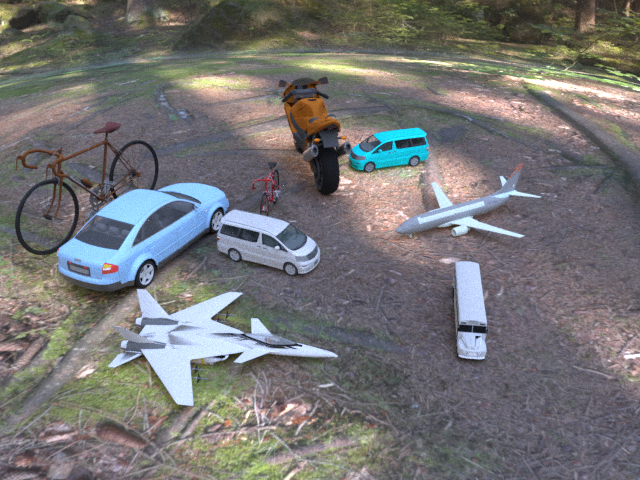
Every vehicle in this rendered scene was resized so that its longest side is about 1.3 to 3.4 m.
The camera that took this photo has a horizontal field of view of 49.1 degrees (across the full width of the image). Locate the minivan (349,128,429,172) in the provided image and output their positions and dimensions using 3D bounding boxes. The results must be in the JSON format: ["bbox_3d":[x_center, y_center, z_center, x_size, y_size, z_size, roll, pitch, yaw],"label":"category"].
[{"bbox_3d":[1.325,-1.759,13.570,1.548,0.616,0.681,-9,30,-16],"label":"minivan"}]

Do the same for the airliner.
[{"bbox_3d":[2.293,-0.628,11.307,2.541,0.835,2.257,-15,32,-24],"label":"airliner"}]

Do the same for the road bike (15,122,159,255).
[{"bbox_3d":[-3.593,-0.942,11.027,0.697,1.656,3.004,16,33,26],"label":"road bike"}]

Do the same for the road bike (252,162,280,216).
[{"bbox_3d":[-0.832,-0.803,11.606,0.358,0.852,1.545,4,29,7],"label":"road bike"}]

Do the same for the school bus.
[{"bbox_3d":[1.916,0.883,8.999,0.365,0.434,1.708,4,29,6],"label":"school bus"}]

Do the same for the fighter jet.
[{"bbox_3d":[-1.093,1.137,8.415,2.640,0.557,2.229,4,29,7],"label":"fighter jet"}]

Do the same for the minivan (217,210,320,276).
[{"bbox_3d":[-0.755,0.021,10.364,1.548,0.616,0.681,13,32,22],"label":"minivan"}]

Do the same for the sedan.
[{"bbox_3d":[-2.544,-0.260,10.537,1.235,0.940,3.137,14,32,23],"label":"sedan"}]

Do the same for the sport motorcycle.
[{"bbox_3d":[-0.132,-2.016,13.022,0.983,1.596,2.955,-7,30,-12],"label":"sport motorcycle"}]
